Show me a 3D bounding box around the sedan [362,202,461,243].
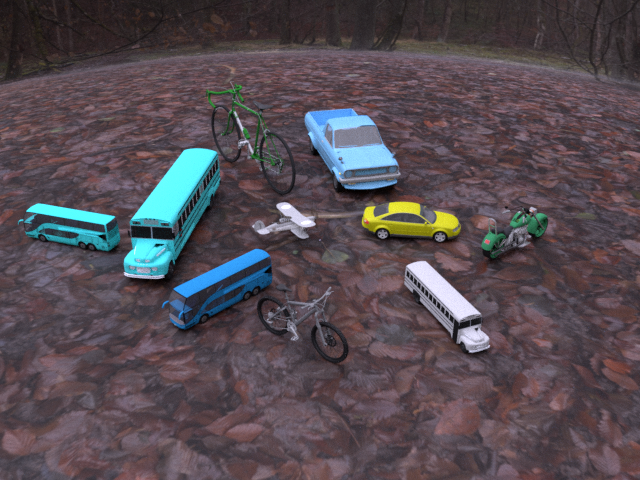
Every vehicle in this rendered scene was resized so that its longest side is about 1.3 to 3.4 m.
[{"bbox_3d":[1.497,-0.333,11.479,1.613,0.483,0.635,3,30,6],"label":"sedan"}]

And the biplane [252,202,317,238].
[{"bbox_3d":[-0.550,-0.258,11.324,1.090,0.504,1.336,-12,32,-20],"label":"biplane"}]

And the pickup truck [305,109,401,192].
[{"bbox_3d":[0.566,-1.941,13.807,1.244,0.993,3.117,-7,30,-12],"label":"pickup truck"}]

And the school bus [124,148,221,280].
[{"bbox_3d":[-2.350,-0.488,11.387,0.709,0.844,3.322,3,30,6],"label":"school bus"}]

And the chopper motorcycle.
[{"bbox_3d":[3.096,-0.203,10.967,1.563,0.761,0.466,-22,36,-34],"label":"chopper motorcycle"}]

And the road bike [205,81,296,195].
[{"bbox_3d":[-1.324,-1.965,13.175,0.697,1.656,3.004,-20,35,-31],"label":"road bike"}]

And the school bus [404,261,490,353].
[{"bbox_3d":[1.689,0.878,9.385,0.365,0.434,1.708,-11,31,-19],"label":"school bus"}]

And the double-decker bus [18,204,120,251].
[{"bbox_3d":[-4.008,-0.209,11.200,1.672,0.541,0.389,9,31,16],"label":"double-decker bus"}]

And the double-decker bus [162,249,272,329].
[{"bbox_3d":[-1.365,0.672,9.641,0.389,0.541,1.672,25,38,37],"label":"double-decker bus"}]

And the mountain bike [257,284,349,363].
[{"bbox_3d":[-0.244,0.984,8.755,1.469,0.868,0.573,21,36,33],"label":"mountain bike"}]
